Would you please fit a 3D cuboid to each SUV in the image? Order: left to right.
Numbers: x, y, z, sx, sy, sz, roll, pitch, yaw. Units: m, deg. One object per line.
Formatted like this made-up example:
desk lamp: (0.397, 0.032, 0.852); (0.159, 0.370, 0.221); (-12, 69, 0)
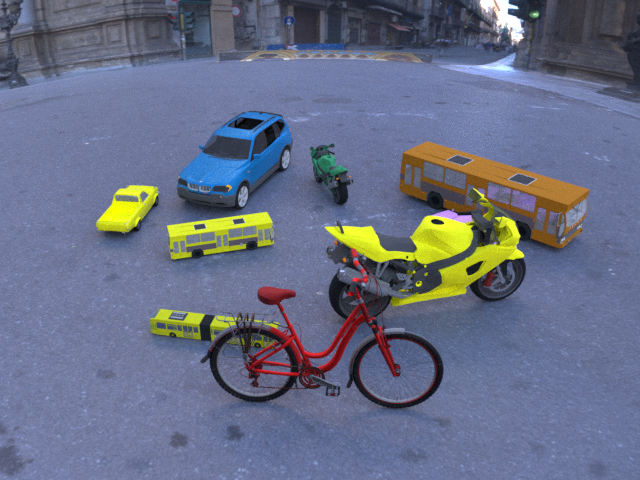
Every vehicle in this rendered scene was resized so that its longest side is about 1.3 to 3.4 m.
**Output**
SUV: (-1.571, -1.620, 13.464); (1.276, 1.128, 3.058); (11, 31, 19)

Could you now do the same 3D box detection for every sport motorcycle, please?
sport motorcycle: (0.183, -1.264, 13.141); (0.506, 0.821, 1.520); (-11, 31, -19)
sport motorcycle: (1.498, 0.284, 9.560); (2.955, 1.596, 0.983); (-7, 30, -12)

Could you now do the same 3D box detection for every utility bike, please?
utility bike: (0.015, 1.057, 7.920); (2.791, 1.839, 1.039); (2, 29, 4)

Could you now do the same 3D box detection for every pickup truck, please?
pickup truck: (-3.344, -0.594, 12.255); (0.640, 0.511, 1.603); (3, 29, 6)
pickup truck: (2.413, -0.107, 11.380); (0.640, 0.511, 1.603); (-19, 34, -30)

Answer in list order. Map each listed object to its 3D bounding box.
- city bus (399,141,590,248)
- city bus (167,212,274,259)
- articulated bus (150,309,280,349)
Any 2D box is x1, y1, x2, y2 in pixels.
city bus: (2.943, -0.822, 12.270); (3.255, 0.894, 0.926); (24, 37, 36)
city bus: (-1.606, -0.057, 11.343); (1.674, 0.460, 0.476); (-9, 30, -15)
articulated bus: (-1.388, 1.176, 9.301); (1.749, 0.289, 0.311); (5, 30, 10)
